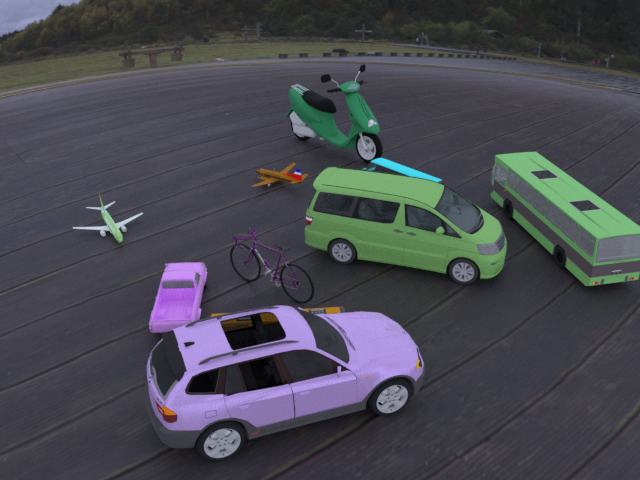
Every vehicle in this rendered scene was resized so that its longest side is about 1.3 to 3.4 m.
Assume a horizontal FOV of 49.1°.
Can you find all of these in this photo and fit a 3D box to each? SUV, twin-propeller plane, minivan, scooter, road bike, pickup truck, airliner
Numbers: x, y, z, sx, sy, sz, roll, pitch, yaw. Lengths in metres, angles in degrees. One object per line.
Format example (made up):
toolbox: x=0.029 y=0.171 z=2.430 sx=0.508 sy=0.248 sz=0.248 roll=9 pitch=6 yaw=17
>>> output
SUV: x=-0.356 y=1.341 z=7.611 sx=3.058 sy=1.128 sz=1.276 roll=-10 pitch=30 yaw=-18
twin-propeller plane: x=-0.786 y=-1.253 z=13.261 sx=1.095 sy=0.407 sz=1.370 roll=17 pitch=32 yaw=29
minivan: x=1.307 y=-0.277 z=10.583 sx=3.011 sy=1.197 sz=1.324 roll=9 pitch=29 yaw=16
scooter: x=0.262 y=-2.708 z=14.530 sx=2.721 sy=1.786 sz=1.288 roll=25 pitch=37 yaw=38
road bike: x=-0.697 y=0.351 z=9.768 sx=1.545 sy=0.852 sz=0.358 roll=20 pitch=34 yaw=32
pickup truck: x=-1.893 y=0.721 z=9.436 sx=0.640 sy=0.511 sz=1.603 roll=-1 pitch=28 yaw=-3
airliner: x=-3.463 y=-0.352 z=11.542 sx=1.161 sy=0.429 sz=1.307 roll=-14 pitch=31 yaw=-25

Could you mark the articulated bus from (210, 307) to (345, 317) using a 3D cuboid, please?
articulated bus: x=-0.538 y=1.075 z=9.005 sx=1.749 sy=0.289 sz=0.311 roll=-3 pitch=28 yaw=-5

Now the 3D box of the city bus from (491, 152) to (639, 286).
city bus: x=3.796 y=-0.404 z=11.145 sx=0.926 sy=0.894 sz=3.255 roll=-6 pitch=29 yaw=-11

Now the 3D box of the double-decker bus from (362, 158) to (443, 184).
double-decker bus: x=1.487 y=-1.057 z=12.749 sx=0.389 sy=0.541 sz=1.672 roll=-23 pitch=36 yaw=-37
